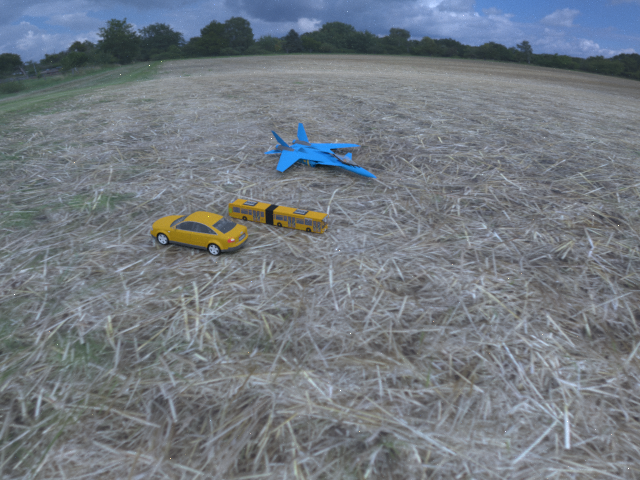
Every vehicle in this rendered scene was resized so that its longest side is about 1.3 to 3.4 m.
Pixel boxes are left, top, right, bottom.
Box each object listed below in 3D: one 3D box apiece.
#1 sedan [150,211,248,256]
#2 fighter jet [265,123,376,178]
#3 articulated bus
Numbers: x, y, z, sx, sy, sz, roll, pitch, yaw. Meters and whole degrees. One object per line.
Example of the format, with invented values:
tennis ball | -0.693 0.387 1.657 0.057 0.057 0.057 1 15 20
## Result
sedan | -1.904 -0.174 10.914 1.613 0.483 0.635 10 28 20
fighter jet | 0.152 -1.739 14.027 2.229 0.557 2.640 -23 34 -39
articulated bus | -0.697 -0.404 11.606 1.749 0.289 0.311 11 28 20
